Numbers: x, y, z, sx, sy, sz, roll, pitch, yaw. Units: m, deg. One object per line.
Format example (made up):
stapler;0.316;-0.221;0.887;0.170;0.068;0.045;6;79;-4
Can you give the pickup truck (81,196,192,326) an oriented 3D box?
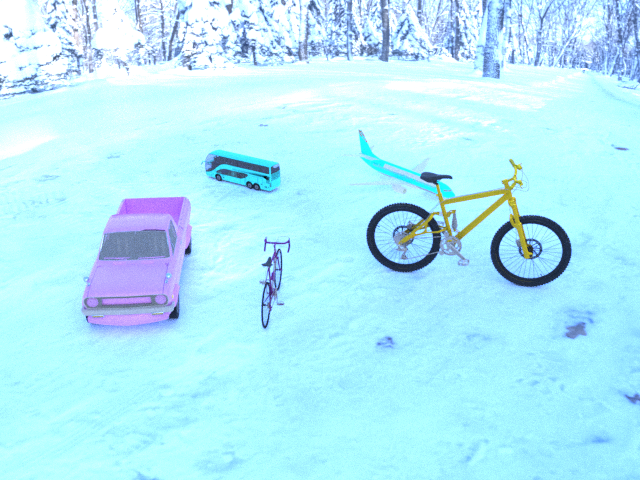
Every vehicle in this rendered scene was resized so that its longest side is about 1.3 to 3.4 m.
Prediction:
pickup truck;-2.519;0.099;9.963;1.244;0.993;3.117;-2;26;-4

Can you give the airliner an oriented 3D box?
airliner;1.567;-1.416;13.235;2.257;0.835;2.541;-21;33;-36

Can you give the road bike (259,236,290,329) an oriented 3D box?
road bike;-0.633;0.508;9.289;0.358;0.852;1.545;3;26;6

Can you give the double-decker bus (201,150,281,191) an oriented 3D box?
double-decker bus;-1.517;-1.349;13.433;1.672;0.541;0.389;16;30;29

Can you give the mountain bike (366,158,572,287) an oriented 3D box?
mountain bike;2.064;-0.202;9.789;2.857;1.688;1.114;6;27;13
